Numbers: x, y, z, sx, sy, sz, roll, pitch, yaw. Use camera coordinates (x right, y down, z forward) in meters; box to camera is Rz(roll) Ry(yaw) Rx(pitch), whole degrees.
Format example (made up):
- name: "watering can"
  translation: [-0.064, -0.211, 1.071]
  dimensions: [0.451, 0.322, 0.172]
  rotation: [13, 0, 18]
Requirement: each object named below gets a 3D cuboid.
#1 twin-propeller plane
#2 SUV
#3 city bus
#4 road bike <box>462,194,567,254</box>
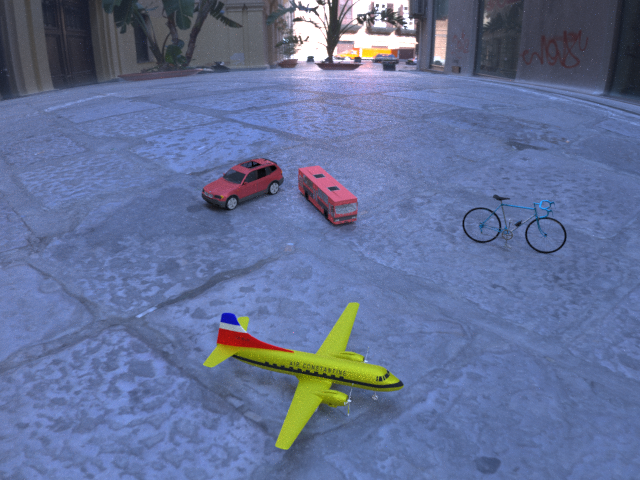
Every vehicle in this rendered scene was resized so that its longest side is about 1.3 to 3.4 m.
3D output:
- name: "twin-propeller plane"
  translation: [-0.140, 1.259, 7.525]
  dimensions: [2.129, 0.792, 2.663]
  rotation: [8, 27, 15]
- name: "SUV"
  translation: [-1.358, -1.029, 12.399]
  dimensions: [0.656, 0.580, 1.572]
  rotation: [24, 35, 39]
- name: "city bus"
  translation: [0.108, -0.776, 12.024]
  dimensions: [0.476, 0.460, 1.674]
  rotation: [-10, 28, -20]
- name: "road bike"
  translation: [2.923, -0.262, 10.539]
  dimensions: [1.545, 0.852, 0.358]
  rotation: [10, 28, 20]
